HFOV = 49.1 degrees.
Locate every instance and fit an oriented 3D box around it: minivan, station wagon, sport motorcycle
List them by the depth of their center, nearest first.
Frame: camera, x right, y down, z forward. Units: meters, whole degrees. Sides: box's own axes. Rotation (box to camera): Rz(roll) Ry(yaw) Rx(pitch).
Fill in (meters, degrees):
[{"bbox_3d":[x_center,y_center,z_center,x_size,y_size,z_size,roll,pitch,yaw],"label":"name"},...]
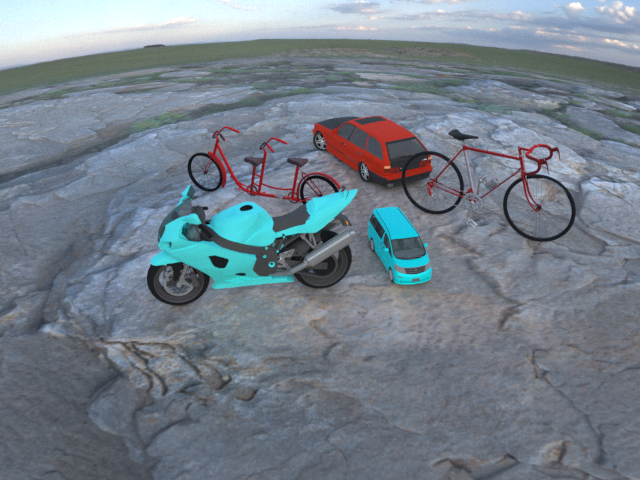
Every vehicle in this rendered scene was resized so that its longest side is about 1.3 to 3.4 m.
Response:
[{"bbox_3d":[-0.924,0.081,9.673,2.955,1.596,0.983,-6,30,-12],"label":"sport motorcycle"},{"bbox_3d":[1.207,0.074,10.703,0.681,0.616,1.548,-7,30,-12],"label":"minivan"},{"bbox_3d":[0.969,-2.016,14.181,1.327,0.920,3.105,-14,32,-24],"label":"station wagon"}]

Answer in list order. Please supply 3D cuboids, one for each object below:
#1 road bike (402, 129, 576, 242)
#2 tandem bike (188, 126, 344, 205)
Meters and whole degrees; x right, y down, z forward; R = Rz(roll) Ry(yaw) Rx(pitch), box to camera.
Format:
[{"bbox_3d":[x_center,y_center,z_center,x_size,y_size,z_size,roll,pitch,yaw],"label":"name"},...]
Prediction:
[{"bbox_3d":[2.709,-0.956,11.495,3.004,1.656,0.696,17,33,28],"label":"road bike"},{"bbox_3d":[-1.029,-1.230,12.334,3.192,1.326,0.550,13,31,22],"label":"tandem bike"}]
